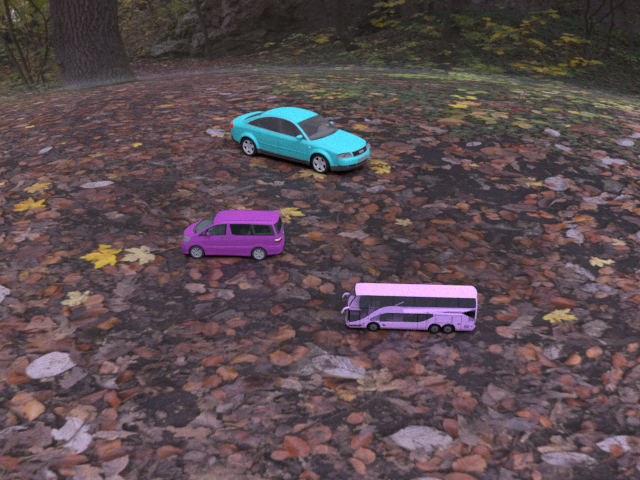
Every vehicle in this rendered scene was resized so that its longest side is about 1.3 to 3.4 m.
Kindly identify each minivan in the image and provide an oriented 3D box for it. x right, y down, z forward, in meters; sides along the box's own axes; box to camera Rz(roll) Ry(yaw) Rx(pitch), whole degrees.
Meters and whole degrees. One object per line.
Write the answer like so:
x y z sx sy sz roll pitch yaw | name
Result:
-1.323 -0.105 10.580 1.548 0.616 0.681 1 26 3 | minivan

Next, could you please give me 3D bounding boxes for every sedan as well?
-0.437 -2.149 14.345 3.137 0.940 1.235 17 31 31 | sedan

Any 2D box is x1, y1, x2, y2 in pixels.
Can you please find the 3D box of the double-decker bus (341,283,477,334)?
1.107 0.843 8.747 1.672 0.541 0.389 1 26 3 | double-decker bus
